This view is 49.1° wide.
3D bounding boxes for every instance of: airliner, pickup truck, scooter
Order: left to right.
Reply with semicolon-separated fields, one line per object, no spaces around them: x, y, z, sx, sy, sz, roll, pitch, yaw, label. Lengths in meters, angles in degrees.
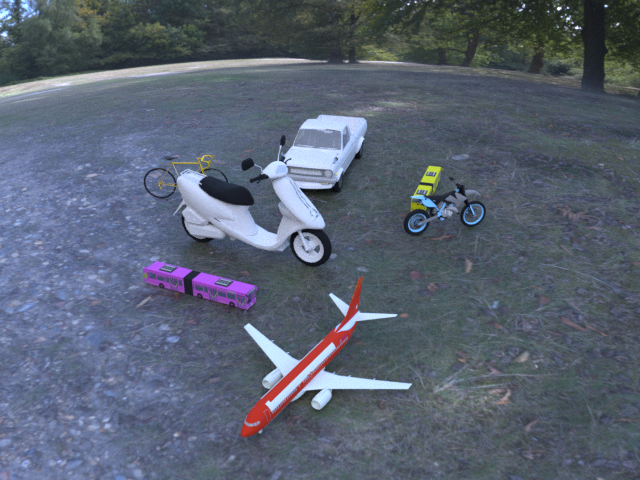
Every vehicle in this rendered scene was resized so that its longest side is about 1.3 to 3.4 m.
-1.075;-0.601;10.589;2.721;1.786;1.288;11;29;21;scooter
-0.119;1.285;7.931;2.257;0.835;2.541;16;31;28;airliner
0.112;-1.908;14.030;1.244;0.993;3.117;7;28;13;pickup truck

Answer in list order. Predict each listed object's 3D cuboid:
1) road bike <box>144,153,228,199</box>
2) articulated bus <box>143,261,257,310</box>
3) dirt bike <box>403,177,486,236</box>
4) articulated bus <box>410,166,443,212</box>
-2.437;-1.142;12.681;1.545;0.852;0.358;0;27;1;road bike
-1.698;0.625;9.830;1.749;0.289;0.311;12;29;22;articulated bus
2.069;-0.537;11.487;1.493;0.857;0.527;-8;28;-16;dirt bike
1.970;-0.947;12.918;0.311;0.289;1.749;8;28;16;articulated bus
